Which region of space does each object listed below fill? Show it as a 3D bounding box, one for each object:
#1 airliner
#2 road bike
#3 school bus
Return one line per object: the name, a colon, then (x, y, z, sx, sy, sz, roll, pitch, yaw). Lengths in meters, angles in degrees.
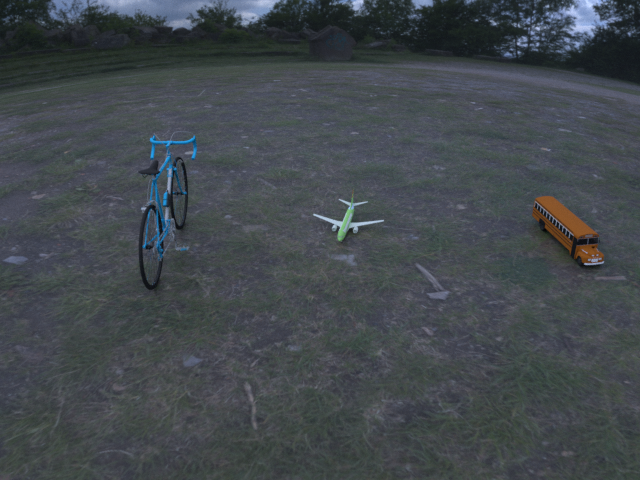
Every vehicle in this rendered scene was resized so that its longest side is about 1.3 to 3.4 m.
airliner: (0.432, -0.386, 11.246, 1.161, 0.429, 1.307, 5, 28, 11)
road bike: (-2.260, -0.542, 10.203, 0.696, 1.656, 3.004, 1, 27, 1)
school bus: (3.814, -0.149, 10.777, 0.365, 0.434, 1.708, -5, 27, -9)
